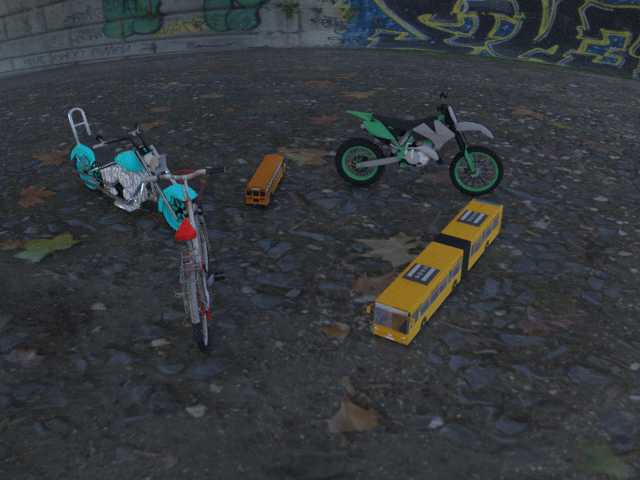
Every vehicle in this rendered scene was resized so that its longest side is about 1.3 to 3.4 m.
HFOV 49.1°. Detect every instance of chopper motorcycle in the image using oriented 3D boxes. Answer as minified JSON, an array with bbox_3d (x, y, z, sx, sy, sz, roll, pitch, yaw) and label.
[{"bbox_3d":[-3.038,-1.132,11.272,3.040,1.480,0.906,22,36,33],"label":"chopper motorcycle"}]

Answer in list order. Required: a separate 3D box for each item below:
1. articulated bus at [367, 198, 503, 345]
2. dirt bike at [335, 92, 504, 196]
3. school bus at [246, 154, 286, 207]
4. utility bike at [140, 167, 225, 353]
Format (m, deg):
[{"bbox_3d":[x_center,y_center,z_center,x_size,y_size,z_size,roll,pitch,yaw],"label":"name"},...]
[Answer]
[{"bbox_3d":[1.709,0.316,9.633,0.605,0.561,3.401,17,33,27],"label":"articulated bus"},{"bbox_3d":[1.686,-1.595,11.906,2.903,1.666,1.024,6,30,11],"label":"dirt bike"},{"bbox_3d":[-0.918,-1.083,12.252,0.365,0.434,1.708,5,30,8],"label":"school bus"},{"bbox_3d":[-1.636,0.102,8.709,1.039,1.839,2.791,-4,30,-7],"label":"utility bike"}]
